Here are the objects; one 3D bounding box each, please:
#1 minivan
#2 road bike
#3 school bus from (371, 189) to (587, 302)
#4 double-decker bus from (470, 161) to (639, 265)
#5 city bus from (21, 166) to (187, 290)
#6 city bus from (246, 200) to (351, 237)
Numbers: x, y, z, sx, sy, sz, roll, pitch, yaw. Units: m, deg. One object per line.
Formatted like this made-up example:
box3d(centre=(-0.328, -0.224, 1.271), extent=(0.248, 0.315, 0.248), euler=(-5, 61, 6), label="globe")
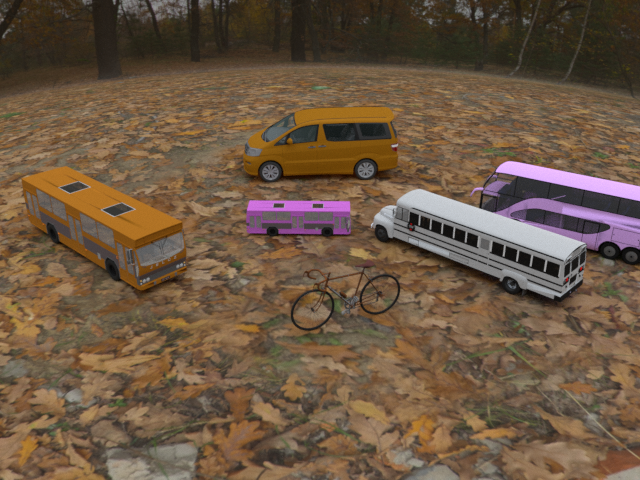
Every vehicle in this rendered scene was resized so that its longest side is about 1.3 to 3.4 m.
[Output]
box3d(centre=(-0.001, -1.906, 13.643), extent=(3.011, 1.197, 1.324), euler=(-2, 27, -3), label="minivan")
box3d(centre=(0.346, 0.681, 8.896), extent=(1.545, 0.852, 0.358), euler=(-11, 29, -21), label="road bike")
box3d(centre=(2.181, -0.027, 10.308), extent=(3.322, 0.844, 0.709), euler=(23, 35, 38), label="school bus")
box3d(centre=(4.013, -0.454, 10.923), extent=(3.251, 1.052, 0.756), euler=(16, 31, 29), label="double-decker bus")
box3d(centre=(-3.341, -0.224, 10.642), extent=(3.255, 0.894, 0.926), euler=(23, 35, 38), label="city bus")
box3d(centre=(-0.340, -0.347, 11.369), extent=(1.674, 0.460, 0.476), euler=(1, 27, 1), label="city bus")
